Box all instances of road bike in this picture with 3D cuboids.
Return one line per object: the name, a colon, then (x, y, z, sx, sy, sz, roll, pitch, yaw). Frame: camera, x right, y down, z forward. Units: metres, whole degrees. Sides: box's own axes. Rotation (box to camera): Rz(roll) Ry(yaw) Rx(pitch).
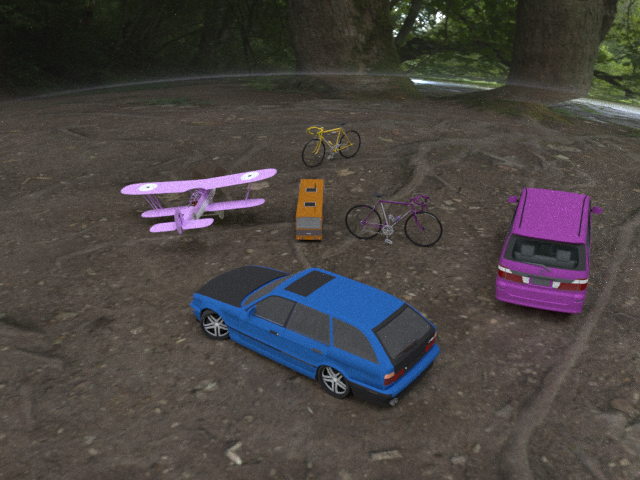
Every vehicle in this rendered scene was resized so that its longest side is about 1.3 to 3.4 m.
road bike: (1.142, -0.339, 10.897, 1.545, 0.852, 0.358, 7, 27, 15)
road bike: (0.251, -1.991, 14.330, 1.545, 0.852, 0.358, -19, 31, -34)

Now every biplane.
biplane: (-2.018, -0.564, 11.216, 2.598, 0.981, 2.120, 3, 26, 5)

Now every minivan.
minivan: (3.258, -0.077, 9.955, 1.324, 1.197, 3.011, 9, 27, 18)

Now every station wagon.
station wagon: (-0.167, 0.878, 8.290, 3.105, 0.920, 1.327, 18, 31, 33)

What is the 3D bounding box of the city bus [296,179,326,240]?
city bus: (-0.154, -0.509, 11.702, 0.476, 0.460, 1.674, 1, 26, 1)
